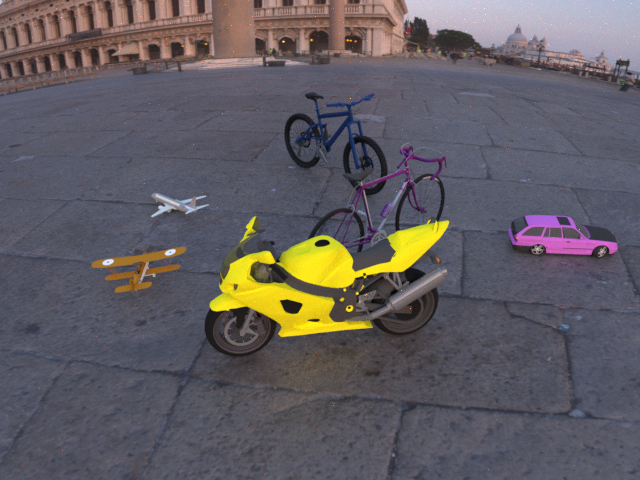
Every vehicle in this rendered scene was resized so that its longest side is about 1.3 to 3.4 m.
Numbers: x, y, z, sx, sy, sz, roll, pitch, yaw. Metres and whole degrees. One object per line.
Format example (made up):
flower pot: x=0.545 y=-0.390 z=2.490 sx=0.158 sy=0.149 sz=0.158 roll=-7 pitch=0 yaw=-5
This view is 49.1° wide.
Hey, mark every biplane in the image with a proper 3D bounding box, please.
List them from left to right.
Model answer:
biplane: x=-2.529 y=0.443 z=9.727 sx=1.336 sy=0.504 sz=1.090 roll=-1 pitch=27 yaw=-2

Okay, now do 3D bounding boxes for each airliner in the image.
airliner: x=-2.523 y=-0.714 z=12.072 sx=1.307 sy=0.429 sz=1.161 roll=22 pitch=34 yaw=36

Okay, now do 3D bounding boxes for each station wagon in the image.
station wagon: x=3.756 y=-0.086 z=10.796 sx=1.597 sy=0.473 sz=0.682 roll=2 pitch=27 yaw=5

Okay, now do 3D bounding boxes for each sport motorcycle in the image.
sport motorcycle: x=0.089 y=0.555 z=8.307 sx=2.955 sy=1.596 sz=0.983 roll=-6 pitch=28 yaw=-12

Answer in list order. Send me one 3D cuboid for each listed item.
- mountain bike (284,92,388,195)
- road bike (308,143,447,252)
mountain bike: x=0.227 y=-1.907 z=13.023 sx=1.114 sy=1.688 sz=2.857 roll=-21 pitch=34 yaw=-35
road bike: x=0.877 y=-0.395 z=10.100 sx=3.004 sy=1.656 sz=0.696 roll=-23 pitch=35 yaw=-38
